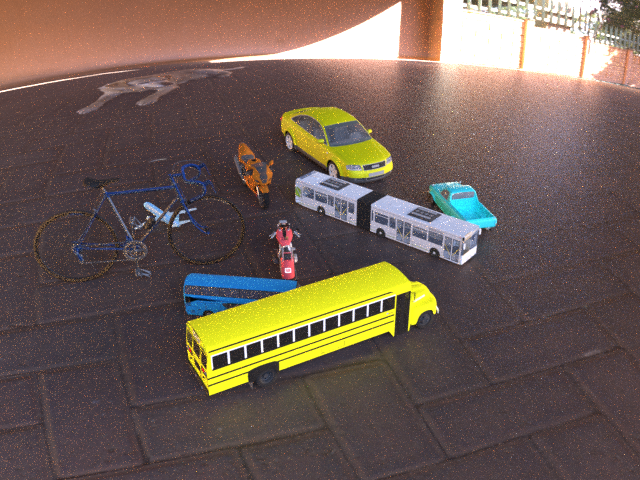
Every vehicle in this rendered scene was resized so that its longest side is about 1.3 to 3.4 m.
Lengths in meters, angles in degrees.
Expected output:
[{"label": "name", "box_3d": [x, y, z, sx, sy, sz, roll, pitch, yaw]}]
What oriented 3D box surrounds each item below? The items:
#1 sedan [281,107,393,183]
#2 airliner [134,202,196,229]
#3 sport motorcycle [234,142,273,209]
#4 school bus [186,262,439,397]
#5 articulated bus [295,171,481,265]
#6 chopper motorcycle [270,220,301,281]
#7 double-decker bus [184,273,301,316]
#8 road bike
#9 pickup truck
[{"label": "sedan", "box_3d": [0.286, -2.048, 14.062, 1.235, 0.940, 3.137, -15, 32, -25]}, {"label": "airliner", "box_3d": [-2.672, -0.500, 11.800, 1.161, 0.429, 1.307, -22, 36, -34]}, {"label": "sport motorcycle", "box_3d": [-1.187, -1.166, 12.596, 0.506, 0.821, 1.520, -11, 31, -19]}, {"label": "school bus", "box_3d": [0.027, 0.998, 8.675, 3.322, 0.844, 0.709, -15, 33, -26]}, {"label": "articulated bus", "box_3d": [1.010, -0.422, 11.524, 3.401, 0.561, 0.605, 22, 36, 34]}, {"label": "chopper motorcycle", "box_3d": [-0.521, 0.069, 10.434, 0.466, 0.761, 1.563, -3, 29, -5]}, {"label": "double-decker bus", "box_3d": [-0.978, 0.788, 9.366, 1.672, 0.541, 0.389, 4, 29, 7]}, {"label": "road bike", "box_3d": [-2.568, -0.237, 10.063, 3.004, 1.656, 0.697, -8, 30, -13]}, {"label": "pickup truck", "box_3d": [2.405, -0.625, 11.942, 0.640, 0.511, 1.603, -7, 30, -12]}]
